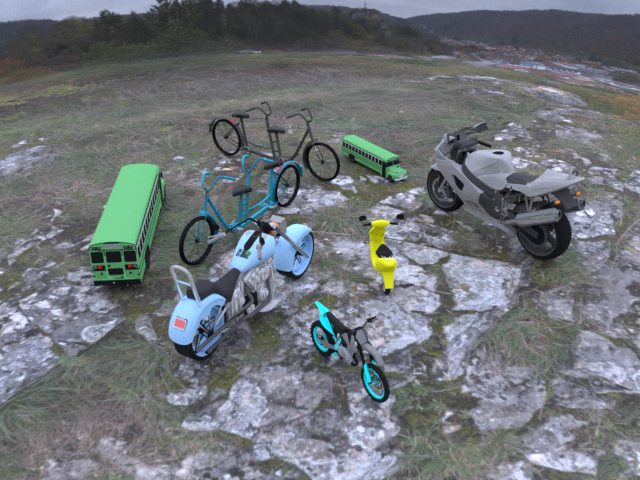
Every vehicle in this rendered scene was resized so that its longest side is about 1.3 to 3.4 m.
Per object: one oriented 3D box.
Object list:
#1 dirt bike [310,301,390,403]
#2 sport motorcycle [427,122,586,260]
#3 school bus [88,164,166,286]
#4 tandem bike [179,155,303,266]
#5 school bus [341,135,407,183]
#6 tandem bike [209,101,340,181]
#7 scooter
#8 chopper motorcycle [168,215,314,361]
[{"bbox_3d":[0.335,1.250,8.215,0.527,0.857,1.493,-19,34,-30],"label":"dirt bike"},{"bbox_3d":[2.813,-0.818,11.153,0.983,1.596,2.955,-20,35,-32],"label":"sport motorcycle"},{"bbox_3d":[-2.983,-0.397,11.170,0.709,0.844,3.322,-2,29,-4],"label":"school bus"},{"bbox_3d":[-1.185,-0.716,11.248,0.550,1.326,3.192,17,34,28],"label":"tandem bike"},{"bbox_3d":[1.059,-1.606,13.750,0.365,0.434,1.708,-19,34,-30],"label":"school bus"},{"bbox_3d":[-0.955,-2.025,13.586,3.192,1.326,0.550,18,34,29],"label":"tandem bike"},{"bbox_3d":[0.902,0.120,10.171,0.662,0.919,1.399,-2,29,-4],"label":"scooter"},{"bbox_3d":[-0.912,0.353,9.180,0.906,1.480,3.040,15,33,25],"label":"chopper motorcycle"}]
